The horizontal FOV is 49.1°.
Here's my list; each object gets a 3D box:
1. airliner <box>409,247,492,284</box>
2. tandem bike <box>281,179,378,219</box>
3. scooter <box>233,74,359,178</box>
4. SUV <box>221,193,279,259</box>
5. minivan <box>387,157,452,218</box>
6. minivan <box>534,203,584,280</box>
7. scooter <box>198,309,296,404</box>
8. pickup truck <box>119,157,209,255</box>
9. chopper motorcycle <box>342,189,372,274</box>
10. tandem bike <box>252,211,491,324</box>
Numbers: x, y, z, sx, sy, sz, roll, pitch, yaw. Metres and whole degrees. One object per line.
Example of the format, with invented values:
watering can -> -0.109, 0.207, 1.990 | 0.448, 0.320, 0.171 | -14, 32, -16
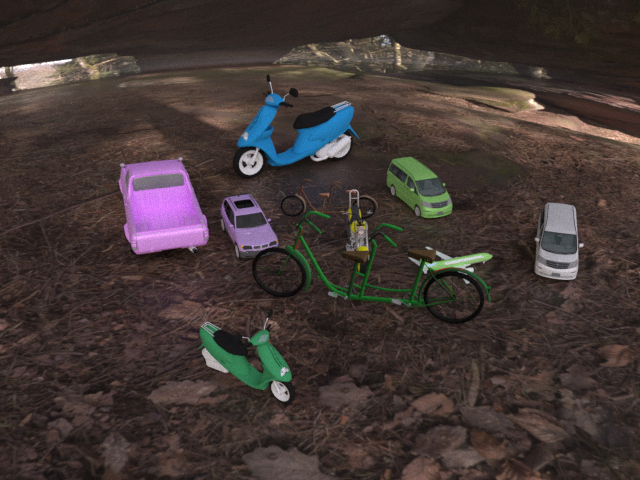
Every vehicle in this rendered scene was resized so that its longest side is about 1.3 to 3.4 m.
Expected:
airliner -> 1.988, 0.247, 10.256 | 1.307, 0.429, 1.161 | -11, 29, -19
tandem bike -> 0.153, -0.679, 11.754 | 1.642, 0.682, 0.283 | 2, 28, 3
scooter -> -0.442, -2.216, 13.499 | 2.721, 1.786, 1.288 | -14, 31, -25
SUV -> -1.140, -0.245, 11.035 | 0.656, 0.580, 1.572 | -10, 29, -18
minivan -> 1.741, -0.927, 12.299 | 0.681, 0.616, 1.548 | -10, 29, -19
minivan -> 3.569, 0.008, 10.514 | 0.681, 0.616, 1.548 | 8, 29, 15
scooter -> -0.846, 1.249, 7.815 | 1.399, 0.919, 0.662 | 18, 33, 30
pickup truck -> -2.610, -0.678, 11.417 | 1.244, 0.993, 3.117 | -8, 29, -15
chopper motorcycle -> 0.582, -0.139, 10.637 | 0.466, 0.761, 1.563 | -2, 28, -3
tandem bike -> 0.608, 0.357, 9.080 | 3.192, 1.326, 0.550 | 7, 28, 14
